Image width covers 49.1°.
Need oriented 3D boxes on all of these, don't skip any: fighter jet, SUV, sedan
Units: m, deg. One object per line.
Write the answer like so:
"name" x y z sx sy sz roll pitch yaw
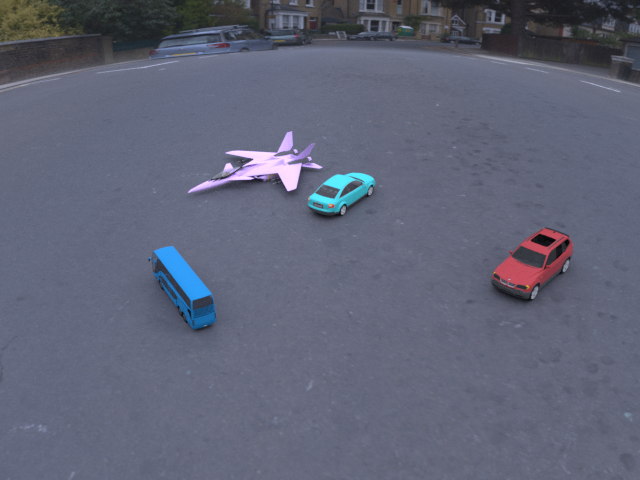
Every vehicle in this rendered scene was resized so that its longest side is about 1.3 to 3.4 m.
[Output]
"fighter jet" -1.341 -1.408 13.286 2.640 0.557 2.229 -21 36 -32
"SUV" 3.143 0.309 10.271 0.656 0.580 1.572 25 38 36
"sedan" 0.413 -0.902 12.479 0.635 0.483 1.613 19 35 29

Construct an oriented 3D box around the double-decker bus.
"double-decker bus" -1.937 0.618 9.772 0.389 0.541 1.672 -17 34 -26
